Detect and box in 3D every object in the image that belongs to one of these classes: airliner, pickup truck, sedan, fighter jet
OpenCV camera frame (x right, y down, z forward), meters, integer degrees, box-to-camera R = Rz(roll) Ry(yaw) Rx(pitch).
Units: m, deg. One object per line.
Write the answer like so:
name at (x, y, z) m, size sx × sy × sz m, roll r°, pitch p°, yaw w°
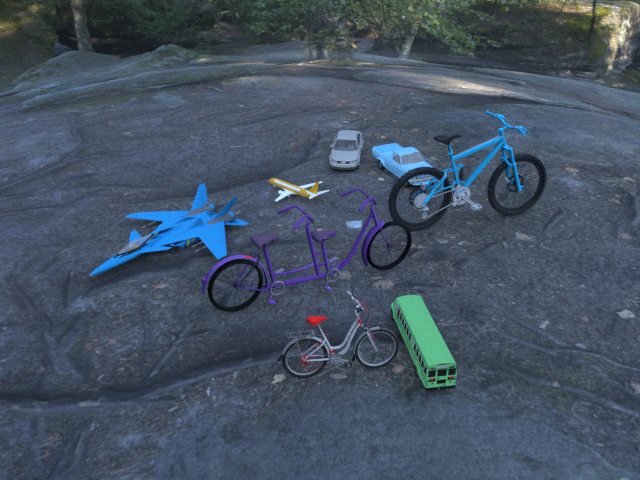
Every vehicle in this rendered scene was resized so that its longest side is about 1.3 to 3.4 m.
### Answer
airliner at (-0.471, -1.001, 12.495) m, size 1.307 × 0.429 × 1.161 m, roll 24°, pitch 36°, yaw 38°
pickup truck at (1.600, -1.501, 13.348) m, size 0.640 × 0.511 × 1.603 m, roll -12°, pitch 30°, yaw -21°
sedan at (0.538, -1.866, 14.064) m, size 0.635 × 0.483 × 1.613 m, roll 3°, pitch 28°, yaw 6°
fighter jet at (-2.424, -0.127, 10.717) m, size 2.229 × 0.557 × 2.640 m, roll 21°, pitch 34°, yaw 34°

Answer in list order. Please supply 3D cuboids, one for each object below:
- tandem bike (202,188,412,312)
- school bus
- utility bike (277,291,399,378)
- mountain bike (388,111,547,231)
tandem bike at (-0.086, 0.105, 9.461) m, size 3.192 × 1.326 × 0.550 m, roll -14°, pitch 31°, yaw -24°
school bus at (1.207, 1.150, 8.445) m, size 0.365 × 0.434 × 1.708 m, roll -4°, pitch 28°, yaw -8°
utility bike at (0.205, 1.097, 8.000) m, size 1.435 × 0.946 × 0.535 m, roll -6°, pitch 29°, yaw -10°
mountain bike at (2.436, -1.044, 11.236) m, size 2.857 × 1.688 × 1.114 m, roll -9°, pitch 29°, yaw -16°
